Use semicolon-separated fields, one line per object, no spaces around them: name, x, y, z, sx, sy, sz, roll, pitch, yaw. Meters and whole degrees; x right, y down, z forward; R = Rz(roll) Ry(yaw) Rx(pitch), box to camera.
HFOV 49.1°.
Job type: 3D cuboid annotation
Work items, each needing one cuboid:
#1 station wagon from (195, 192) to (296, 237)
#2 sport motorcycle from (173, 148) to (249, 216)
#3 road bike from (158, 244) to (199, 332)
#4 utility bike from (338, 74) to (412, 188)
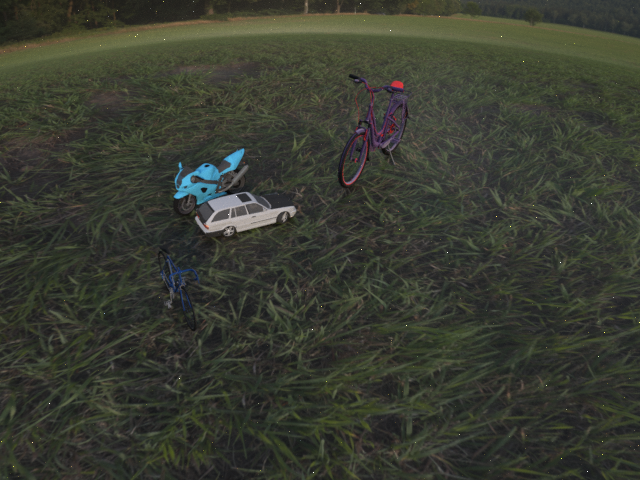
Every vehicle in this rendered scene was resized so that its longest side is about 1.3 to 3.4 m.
station wagon;-1.174;-0.483;11.234;1.597;0.473;0.682;-15;34;-23
sport motorcycle;-1.837;-0.974;11.707;0.506;0.821;1.520;27;40;37
road bike;-1.896;0.546;9.175;0.358;0.852;1.545;-15;34;-23
utility bike;1.125;-2.095;12.571;1.039;1.839;2.791;17;35;26
